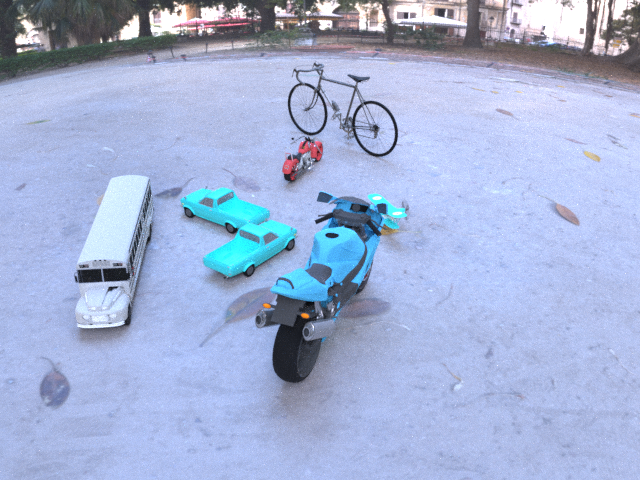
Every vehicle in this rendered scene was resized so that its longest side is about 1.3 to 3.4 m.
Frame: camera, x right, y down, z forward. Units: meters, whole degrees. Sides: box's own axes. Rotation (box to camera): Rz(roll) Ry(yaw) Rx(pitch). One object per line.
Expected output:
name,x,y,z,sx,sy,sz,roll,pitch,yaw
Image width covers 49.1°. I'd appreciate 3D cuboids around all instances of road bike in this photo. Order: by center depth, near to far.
road bike,0.412,-2.755,14.545,3.004,1.656,0.696,24,37,35

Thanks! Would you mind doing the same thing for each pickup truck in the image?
pickup truck,-1.033,0.077,10.656,0.640,0.511,1.603,20,35,32
pickup truck,-1.618,-0.559,11.793,1.603,0.511,0.640,19,34,30

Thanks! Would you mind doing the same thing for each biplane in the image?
biplane,0.939,-0.424,11.558,1.090,0.504,1.336,-8,30,-15

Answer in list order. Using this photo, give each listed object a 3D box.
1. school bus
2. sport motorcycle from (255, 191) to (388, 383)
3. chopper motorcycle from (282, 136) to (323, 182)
school bus,-2.976,0.088,10.295,0.709,0.844,3.322,-3,29,-5
sport motorcycle,0.125,0.485,8.814,0.983,1.596,2.955,12,31,20
chopper motorcycle,-0.309,-1.678,13.537,0.466,0.761,1.563,12,32,21
